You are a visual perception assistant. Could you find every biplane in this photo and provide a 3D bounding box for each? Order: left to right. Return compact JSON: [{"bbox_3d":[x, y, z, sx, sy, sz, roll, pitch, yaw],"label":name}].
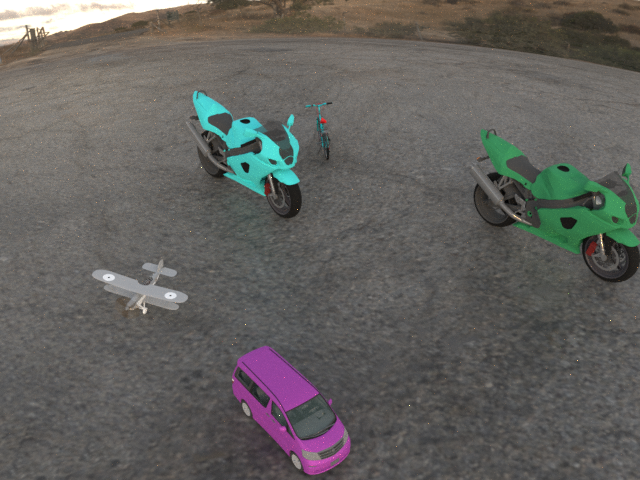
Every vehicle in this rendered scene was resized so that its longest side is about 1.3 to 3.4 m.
[{"bbox_3d":[-2.352,0.651,9.508,1.336,0.504,1.090,8,32,13],"label":"biplane"}]

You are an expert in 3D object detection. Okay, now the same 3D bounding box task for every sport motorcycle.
[{"bbox_3d":[-1.289,-1.500,12.009,0.983,1.596,2.955,-24,38,-34],"label":"sport motorcycle"},{"bbox_3d":[3.469,-0.552,10.442,0.983,1.596,2.955,-22,37,-32],"label":"sport motorcycle"}]

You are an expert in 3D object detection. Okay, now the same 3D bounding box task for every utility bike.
[{"bbox_3d":[0.003,-2.185,13.770,0.535,0.946,1.435,-4,31,-7],"label":"utility bike"}]

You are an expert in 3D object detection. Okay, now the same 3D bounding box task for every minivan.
[{"bbox_3d":[-0.325,1.792,7.514,0.681,0.616,1.548,-22,38,-32],"label":"minivan"}]
